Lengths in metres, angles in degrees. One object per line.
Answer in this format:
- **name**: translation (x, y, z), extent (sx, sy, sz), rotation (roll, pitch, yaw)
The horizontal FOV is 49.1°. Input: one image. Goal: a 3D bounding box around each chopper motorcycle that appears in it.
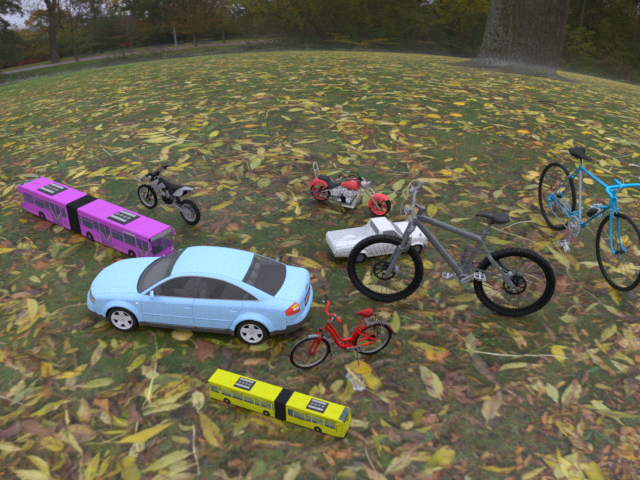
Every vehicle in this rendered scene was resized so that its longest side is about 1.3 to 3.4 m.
- **chopper motorcycle**: translation (0.525, -0.907, 12.468), extent (1.563, 0.761, 0.466), rotation (14, 33, 23)

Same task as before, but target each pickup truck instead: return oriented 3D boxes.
- **pickup truck**: translation (0.913, -0.046, 11.229), extent (1.603, 0.511, 0.640), rotation (-8, 31, -14)

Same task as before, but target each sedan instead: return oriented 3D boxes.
- **sedan**: translation (-1.669, 0.637, 9.622), extent (3.137, 0.940, 1.235), rotation (4, 30, 8)

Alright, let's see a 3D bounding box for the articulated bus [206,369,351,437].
- **articulated bus**: translation (-0.497, 1.880, 8.124), extent (1.749, 0.289, 0.311), rotation (12, 32, 20)

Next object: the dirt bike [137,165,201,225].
- **dirt bike**: translation (-2.666, -0.792, 12.173), extent (1.493, 0.857, 0.527), rotation (19, 35, 29)

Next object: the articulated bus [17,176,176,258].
- **articulated bus**: translation (-3.814, -0.371, 11.741), extent (3.401, 0.561, 0.605), rotation (19, 35, 30)

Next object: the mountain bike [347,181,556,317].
- **mountain bike**: translation (1.783, 0.233, 9.573), extent (2.857, 1.688, 1.114), rotation (6, 31, 10)

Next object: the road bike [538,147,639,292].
- **road bike**: translation (4.165, -0.491, 10.856), extent (0.696, 1.656, 3.004), rotation (-6, 31, -11)

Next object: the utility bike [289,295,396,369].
- **utility bike**: translation (0.318, 1.176, 8.684), extent (1.435, 0.946, 0.535), rotation (-10, 32, -17)
